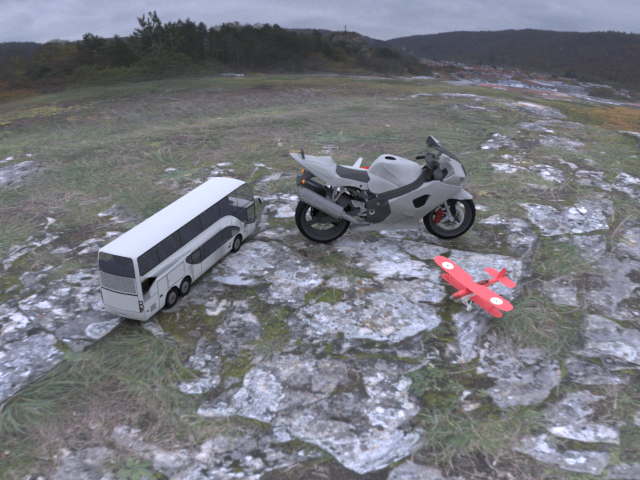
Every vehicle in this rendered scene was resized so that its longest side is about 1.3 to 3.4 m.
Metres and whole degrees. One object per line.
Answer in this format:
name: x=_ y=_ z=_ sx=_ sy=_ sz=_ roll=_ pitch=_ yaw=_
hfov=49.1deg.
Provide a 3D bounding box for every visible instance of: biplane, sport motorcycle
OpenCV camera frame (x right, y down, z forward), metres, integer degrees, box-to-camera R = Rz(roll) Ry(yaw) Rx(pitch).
biplane: x=2.142 y=0.647 z=9.409 sx=1.090 sy=0.504 sz=1.336 roll=-18 pitch=31 yaw=-32
sport motorcycle: x=1.015 y=-0.719 z=10.973 sx=2.955 sy=1.596 sz=0.983 roll=-1 pitch=26 yaw=-3

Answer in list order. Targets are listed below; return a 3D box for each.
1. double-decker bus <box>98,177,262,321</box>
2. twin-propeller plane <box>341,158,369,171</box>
double-decker bus: x=-1.908 y=-0.007 z=10.130 sx=0.756 sy=1.052 sz=3.251 roll=10 pitch=28 yaw=21
twin-propeller plane: x=0.695 y=-1.422 z=13.786 sx=1.095 sy=0.407 sz=1.370 roll=10 pitch=27 yaw=19
